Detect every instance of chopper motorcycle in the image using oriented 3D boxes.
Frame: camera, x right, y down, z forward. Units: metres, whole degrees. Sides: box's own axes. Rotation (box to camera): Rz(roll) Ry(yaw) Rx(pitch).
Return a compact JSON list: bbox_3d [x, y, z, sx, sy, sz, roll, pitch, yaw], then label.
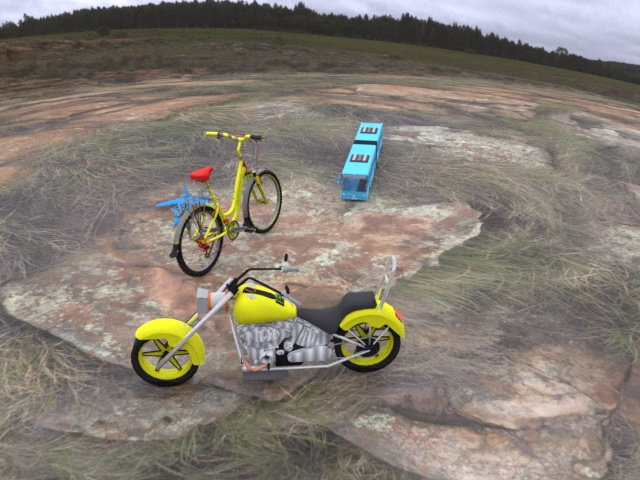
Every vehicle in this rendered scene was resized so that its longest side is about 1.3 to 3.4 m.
[{"bbox_3d":[-0.564,0.893,7.712,3.040,1.480,0.906,-2,26,-4],"label":"chopper motorcycle"}]

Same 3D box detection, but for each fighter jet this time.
[{"bbox_3d":[-2.336,-0.595,12.152,1.147,0.286,1.358,3,26,7],"label":"fighter jet"}]

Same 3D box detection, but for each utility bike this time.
[{"bbox_3d":[-1.435,-0.658,10.501,1.039,1.839,2.791,14,29,26],"label":"utility bike"}]

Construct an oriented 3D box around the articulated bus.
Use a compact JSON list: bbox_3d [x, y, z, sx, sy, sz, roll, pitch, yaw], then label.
[{"bbox_3d":[0.874,-1.650,14.015,0.605,0.561,3.401,4,26,8],"label":"articulated bus"}]
